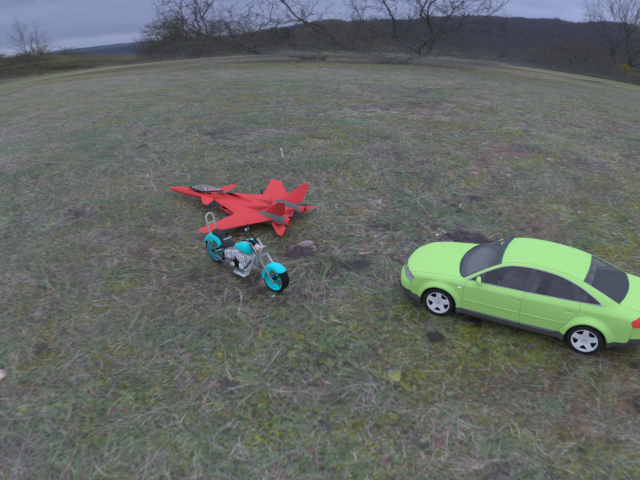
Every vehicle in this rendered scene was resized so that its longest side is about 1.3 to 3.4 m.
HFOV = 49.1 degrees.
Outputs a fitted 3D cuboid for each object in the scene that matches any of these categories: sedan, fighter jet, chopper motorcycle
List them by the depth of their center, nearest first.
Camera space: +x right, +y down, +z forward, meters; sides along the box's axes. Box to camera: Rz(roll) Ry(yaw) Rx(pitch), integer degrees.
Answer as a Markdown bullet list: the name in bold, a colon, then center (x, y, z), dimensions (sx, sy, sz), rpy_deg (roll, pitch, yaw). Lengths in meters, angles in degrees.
- **sedan**: center (2.571, 0.516, 8.873), dimensions (3.137, 0.940, 1.235), rpy_deg (13, 31, 23)
- **chopper motorcycle**: center (-1.049, 0.162, 9.713), dimensions (1.563, 0.761, 0.466), rpy_deg (22, 35, 34)
- **fighter jet**: center (-1.478, -0.765, 11.636), dimensions (2.640, 0.557, 2.229), rpy_deg (14, 32, 24)
